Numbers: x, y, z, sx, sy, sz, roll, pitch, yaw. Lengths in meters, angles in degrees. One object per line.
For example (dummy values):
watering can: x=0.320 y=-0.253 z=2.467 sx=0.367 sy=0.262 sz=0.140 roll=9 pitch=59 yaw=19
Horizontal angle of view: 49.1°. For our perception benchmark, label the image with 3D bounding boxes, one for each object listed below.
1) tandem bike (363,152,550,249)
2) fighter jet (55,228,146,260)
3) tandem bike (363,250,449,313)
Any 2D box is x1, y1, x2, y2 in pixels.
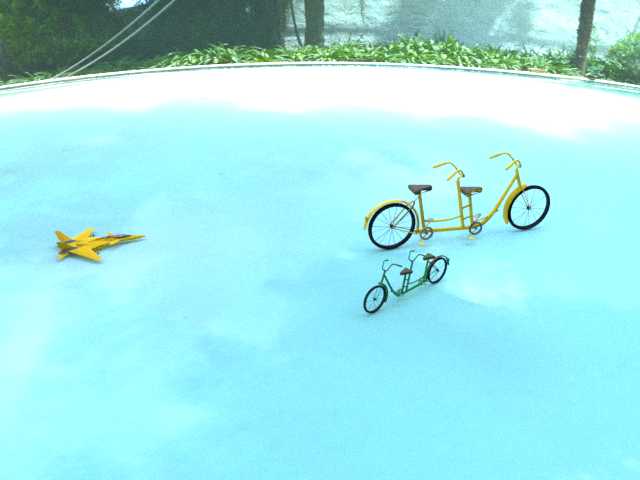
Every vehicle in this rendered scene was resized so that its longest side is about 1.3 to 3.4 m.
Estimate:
tandem bike: x=2.178 y=-0.601 z=10.772 sx=3.192 sy=1.326 sz=0.550 roll=-8 pitch=28 yaw=-15
fighter jet: x=-3.366 y=-0.030 z=10.794 sx=1.358 sy=0.286 sz=1.147 roll=-10 pitch=28 yaw=-19
tandem bike: x=1.189 y=0.467 z=9.365 sx=1.642 sy=0.682 sz=0.283 roll=-21 pitch=33 yaw=-35
